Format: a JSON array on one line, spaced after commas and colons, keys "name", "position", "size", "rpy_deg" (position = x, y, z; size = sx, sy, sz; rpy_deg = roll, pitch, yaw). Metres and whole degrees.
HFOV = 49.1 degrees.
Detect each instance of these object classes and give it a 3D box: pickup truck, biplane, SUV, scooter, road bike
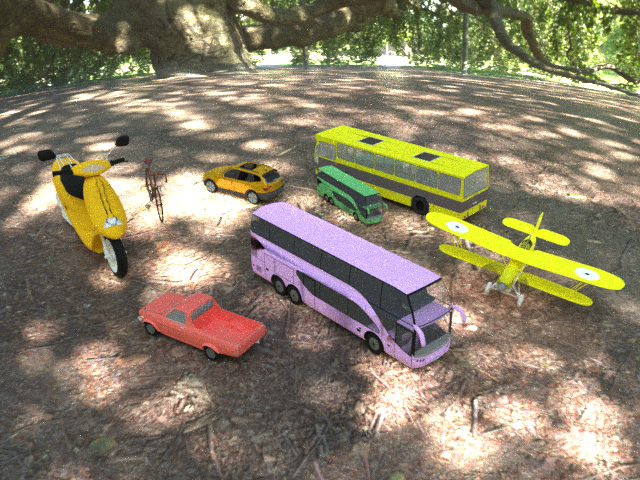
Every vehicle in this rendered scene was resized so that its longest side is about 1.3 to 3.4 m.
[{"name": "pickup truck", "position": [-1.451, 0.977, 8.490], "size": [1.603, 0.511, 0.640], "rpy_deg": [15, 30, 28]}, {"name": "biplane", "position": [2.750, 0.238, 9.444], "size": [2.598, 0.981, 2.120], "rpy_deg": [14, 30, 25]}, {"name": "SUV", "position": [-1.388, -1.105, 12.580], "size": [1.572, 0.580, 0.656], "rpy_deg": [16, 31, 29]}, {"name": "scooter", "position": [-3.450, -0.672, 10.364], "size": [1.288, 1.786, 2.721], "rpy_deg": [-17, 31, -30]}, {"name": "road bike", "position": [-2.821, -0.888, 11.841], "size": [0.358, 0.852, 1.545], "rpy_deg": [-10, 28, -20]}]

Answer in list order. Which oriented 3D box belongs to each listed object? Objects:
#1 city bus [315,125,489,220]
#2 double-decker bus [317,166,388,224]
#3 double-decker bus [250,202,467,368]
[{"name": "city bus", "position": [1.354, -1.202, 12.423], "size": [3.255, 0.894, 0.926], "rpy_deg": [23, 34, 38]}, {"name": "double-decker bus", "position": [0.506, -0.769, 11.950], "size": [0.389, 0.541, 1.672], "rpy_deg": [-15, 30, -28]}, {"name": "double-decker bus", "position": [0.314, 0.500, 8.839], "size": [0.756, 1.052, 3.251], "rpy_deg": [-22, 34, -36]}]
